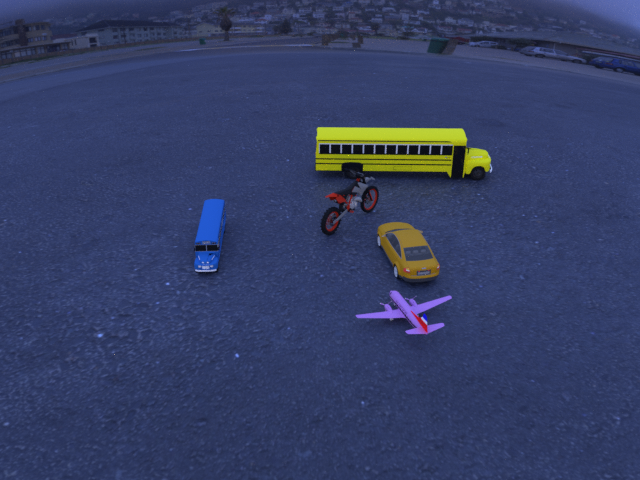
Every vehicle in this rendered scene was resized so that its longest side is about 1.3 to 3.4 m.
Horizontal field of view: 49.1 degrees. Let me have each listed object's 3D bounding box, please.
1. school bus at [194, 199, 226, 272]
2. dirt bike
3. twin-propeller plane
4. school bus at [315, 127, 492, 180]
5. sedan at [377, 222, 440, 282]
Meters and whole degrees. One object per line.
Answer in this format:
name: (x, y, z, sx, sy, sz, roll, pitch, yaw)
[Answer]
school bus: (-1.682, -0.076, 10.762, 0.365, 0.434, 1.708, -1, 29, -2)
dirt bike: (0.503, -0.666, 11.391, 0.527, 0.857, 1.493, 22, 36, 34)
twin-propeller plane: (1.140, 0.886, 9.051, 1.370, 0.407, 1.095, -10, 30, -17)
school bus: (1.570, -1.649, 13.180, 3.322, 0.844, 0.709, 1, 29, 1)
sedan: (1.289, 0.091, 10.409, 0.635, 0.483, 1.613, -6, 29, -10)
